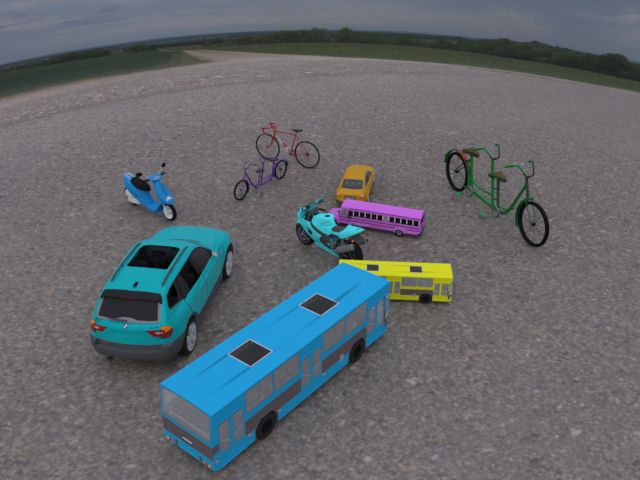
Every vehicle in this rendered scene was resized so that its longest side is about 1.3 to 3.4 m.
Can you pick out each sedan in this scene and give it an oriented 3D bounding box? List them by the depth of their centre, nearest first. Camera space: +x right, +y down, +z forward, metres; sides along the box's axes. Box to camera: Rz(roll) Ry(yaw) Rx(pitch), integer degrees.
[{"bbox_3d":[0.696,-1.133,13.436,0.635,0.483,1.613,5,30,10],"label":"sedan"}]

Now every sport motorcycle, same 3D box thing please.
[{"bbox_3d":[0.138,-0.105,11.247,0.506,0.821,1.520,-25,38,-37],"label":"sport motorcycle"}]

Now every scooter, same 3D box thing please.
[{"bbox_3d":[-3.092,-0.917,12.602,1.399,0.919,0.662,21,35,33],"label":"scooter"}]

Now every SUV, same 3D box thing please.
[{"bbox_3d":[-2.131,0.512,9.825,1.276,1.128,3.058,4,29,8],"label":"SUV"}]

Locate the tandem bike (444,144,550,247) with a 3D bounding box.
[{"bbox_3d":[3.070,-1.040,12.406,0.550,1.326,3.192,-11,31,-19],"label":"tandem bike"}]

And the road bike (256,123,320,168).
[{"bbox_3d":[-0.685,-1.974,14.566,1.545,0.852,0.358,14,32,24],"label":"road bike"}]

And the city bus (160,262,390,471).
[{"bbox_3d":[-0.386,1.410,8.456,0.926,0.894,3.255,21,36,33],"label":"city bus"}]

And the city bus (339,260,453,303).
[{"bbox_3d":[1.092,0.616,10.325,1.674,0.460,0.476,2,29,4],"label":"city bus"}]

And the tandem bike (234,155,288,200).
[{"bbox_3d":[-1.124,-1.301,13.535,0.283,0.682,1.642,19,34,30],"label":"tandem bike"}]

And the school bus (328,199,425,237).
[{"bbox_3d":[0.953,-0.397,12.168,1.708,0.434,0.365,10,31,17],"label":"school bus"}]
